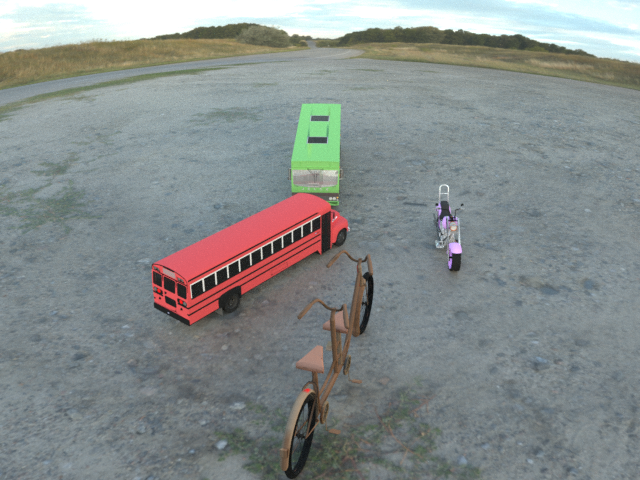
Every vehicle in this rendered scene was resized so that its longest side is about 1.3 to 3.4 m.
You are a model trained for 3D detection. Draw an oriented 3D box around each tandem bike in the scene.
[{"bbox_3d":[0.157,1.060,7.287,0.550,1.326,3.192,8,29,16],"label":"tandem bike"}]

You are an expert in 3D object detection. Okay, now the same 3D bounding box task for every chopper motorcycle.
[{"bbox_3d":[1.897,-0.194,10.301,0.466,0.761,1.563,0,28,1],"label":"chopper motorcycle"}]

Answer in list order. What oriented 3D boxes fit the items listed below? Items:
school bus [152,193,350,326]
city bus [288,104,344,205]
[{"bbox_3d":[-0.785,0.119,9.610,0.709,0.844,3.322,20,34,34],"label":"school bus"},{"bbox_3d":[-0.024,-1.612,12.876,0.926,0.894,3.255,1,28,2],"label":"city bus"}]
